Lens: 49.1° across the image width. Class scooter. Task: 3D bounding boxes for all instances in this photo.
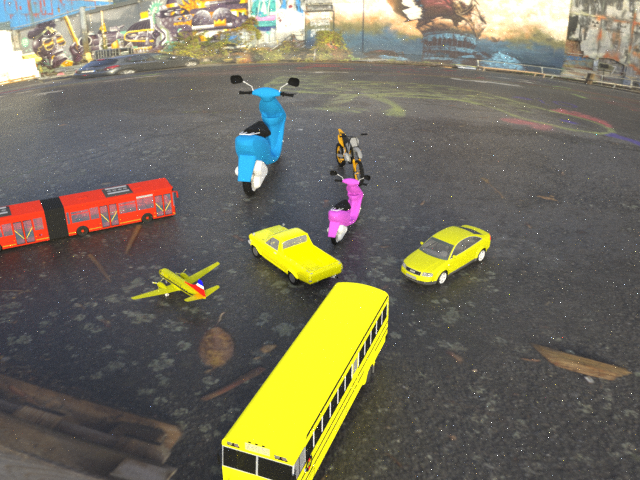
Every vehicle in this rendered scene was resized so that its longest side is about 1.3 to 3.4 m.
[{"bbox_3d":[-1.048,-2.010,12.737,1.288,1.786,2.721,4,27,9],"label":"scooter"},{"bbox_3d":[0.410,-0.555,10.845,0.662,0.919,1.399,10,29,18],"label":"scooter"}]

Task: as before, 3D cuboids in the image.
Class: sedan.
[{"bbox_3d":[1.804,0.151,9.942,1.613,0.483,0.635,-24,36,-39],"label":"sedan"}]

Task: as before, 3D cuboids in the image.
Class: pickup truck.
[{"bbox_3d":[-0.377,0.156,9.902,0.640,0.511,1.603,-19,32,-32],"label":"pickup truck"}]

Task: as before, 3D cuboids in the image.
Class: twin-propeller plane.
[{"bbox_3d":[-1.836,0.538,9.269,1.370,0.407,1.095,-24,35,-38],"label":"twin-propeller plane"}]

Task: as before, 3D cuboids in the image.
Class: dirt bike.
[{"bbox_3d":[0.557,-1.596,12.949,0.527,0.857,1.493,-8,28,-15],"label":"dirt bike"}]

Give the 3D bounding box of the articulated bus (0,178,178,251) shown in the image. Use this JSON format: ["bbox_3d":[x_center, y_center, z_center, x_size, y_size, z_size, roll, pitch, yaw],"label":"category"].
[{"bbox_3d":[-3.930,-0.374,10.882,3.401,0.561,0.605,-13,30,-24],"label":"articulated bus"}]

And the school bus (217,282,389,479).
[{"bbox_3d":[-0.116,1.559,6.791,0.709,0.844,3.322,10,29,19],"label":"school bus"}]
